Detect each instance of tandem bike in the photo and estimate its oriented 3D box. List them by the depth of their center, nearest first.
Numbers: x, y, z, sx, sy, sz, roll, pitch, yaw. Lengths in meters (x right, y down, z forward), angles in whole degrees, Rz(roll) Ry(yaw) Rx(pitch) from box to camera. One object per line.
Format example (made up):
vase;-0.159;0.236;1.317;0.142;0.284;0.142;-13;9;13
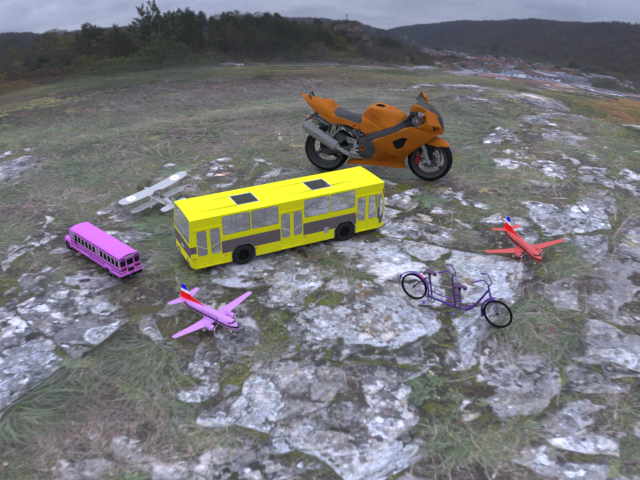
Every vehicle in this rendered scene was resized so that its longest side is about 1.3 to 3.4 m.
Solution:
tandem bike;1.770;0.662;9.229;1.642;0.682;0.283;18;32;31

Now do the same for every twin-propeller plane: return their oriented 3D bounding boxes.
twin-propeller plane;-1.445;0.894;9.079;1.095;0.407;1.370;20;34;34
twin-propeller plane;3.115;0.016;10.774;1.370;0.407;1.095;-8;28;-15

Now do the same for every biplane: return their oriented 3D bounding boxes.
biplane;-2.777;-0.726;12.101;1.336;0.504;1.090;-23;35;-38

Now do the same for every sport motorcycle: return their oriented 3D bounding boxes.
sport motorcycle;1.075;-1.994;13.362;2.955;1.596;0.983;7;28;14

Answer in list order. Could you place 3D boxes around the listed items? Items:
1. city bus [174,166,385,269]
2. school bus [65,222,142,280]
city bus;-0.580;-0.355;10.960;3.255;0.894;0.926;-13;30;-23
school bus;-3.313;0.122;10.541;1.708;0.434;0.365;24;36;38
